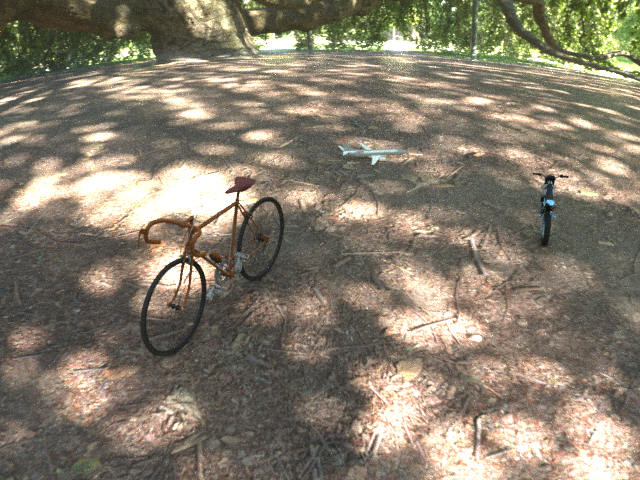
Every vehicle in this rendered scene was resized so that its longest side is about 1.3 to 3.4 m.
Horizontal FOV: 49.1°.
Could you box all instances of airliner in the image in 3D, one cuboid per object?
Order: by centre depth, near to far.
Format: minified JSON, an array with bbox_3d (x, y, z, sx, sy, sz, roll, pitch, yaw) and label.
[{"bbox_3d":[1.033,-1.762,13.438,1.307,0.429,1.161,-4,29,-8],"label":"airliner"}]

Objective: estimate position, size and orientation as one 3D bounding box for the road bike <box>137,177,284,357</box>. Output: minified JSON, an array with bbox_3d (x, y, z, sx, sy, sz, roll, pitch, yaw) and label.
[{"bbox_3d":[-1.217,0.157,8.573,0.696,1.656,3.004,14,31,24],"label":"road bike"}]

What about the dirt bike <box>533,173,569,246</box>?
[{"bbox_3d":[3.482,-0.555,10.741,0.527,0.857,1.493,7,29,13],"label":"dirt bike"}]
